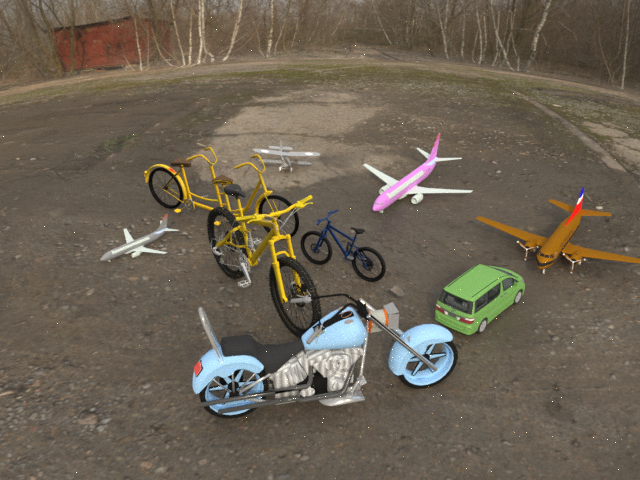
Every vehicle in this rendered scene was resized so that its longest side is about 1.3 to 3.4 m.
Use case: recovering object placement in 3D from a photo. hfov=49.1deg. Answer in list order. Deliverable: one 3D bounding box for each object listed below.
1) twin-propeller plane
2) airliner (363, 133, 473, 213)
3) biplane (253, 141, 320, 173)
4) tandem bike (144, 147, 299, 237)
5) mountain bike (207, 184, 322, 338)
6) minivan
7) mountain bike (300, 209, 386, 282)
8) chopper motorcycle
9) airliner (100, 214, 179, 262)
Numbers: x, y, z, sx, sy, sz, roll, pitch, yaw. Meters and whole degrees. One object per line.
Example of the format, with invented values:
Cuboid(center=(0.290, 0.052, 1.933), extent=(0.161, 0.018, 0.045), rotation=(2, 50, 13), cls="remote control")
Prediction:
Cuboid(center=(3.776, -0.146, 10.888), extent=(2.663, 0.792, 2.129), rotation=(18, 33, 29), cls="twin-propeller plane")
Cuboid(center=(1.635, -1.224, 12.826), extent=(2.257, 0.835, 2.541), rotation=(18, 33, 30), cls="airliner")
Cuboid(center=(-0.686, -1.682, 14.014), extent=(1.336, 0.504, 1.090), rotation=(-7, 29, -12), cls="biplane")
Cuboid(center=(-1.720, -0.887, 11.691), extent=(3.192, 1.326, 0.550), rotation=(15, 32, 26), cls="tandem bike")
Cuboid(center=(-0.847, 0.129, 9.444), extent=(1.114, 1.688, 2.857), rotation=(-19, 34, -31), cls="mountain bike")
Cuboid(center=(2.214, 0.706, 9.505), extent=(0.681, 0.616, 1.548), rotation=(24, 36, 36), cls="minivan")
Cuboid(center=(0.327, 0.100, 10.354), extent=(1.469, 0.868, 0.573), rotation=(17, 33, 28), cls="mountain bike")
Cuboid(center=(0.110, 1.187, 7.714), extent=(3.040, 1.480, 0.906), rotation=(-7, 29, -13), cls="chopper motorcycle")
Cuboid(center=(-2.901, -0.023, 11.041), extent=(1.161, 0.429, 1.307), rotation=(25, 37, 38), cls="airliner")
